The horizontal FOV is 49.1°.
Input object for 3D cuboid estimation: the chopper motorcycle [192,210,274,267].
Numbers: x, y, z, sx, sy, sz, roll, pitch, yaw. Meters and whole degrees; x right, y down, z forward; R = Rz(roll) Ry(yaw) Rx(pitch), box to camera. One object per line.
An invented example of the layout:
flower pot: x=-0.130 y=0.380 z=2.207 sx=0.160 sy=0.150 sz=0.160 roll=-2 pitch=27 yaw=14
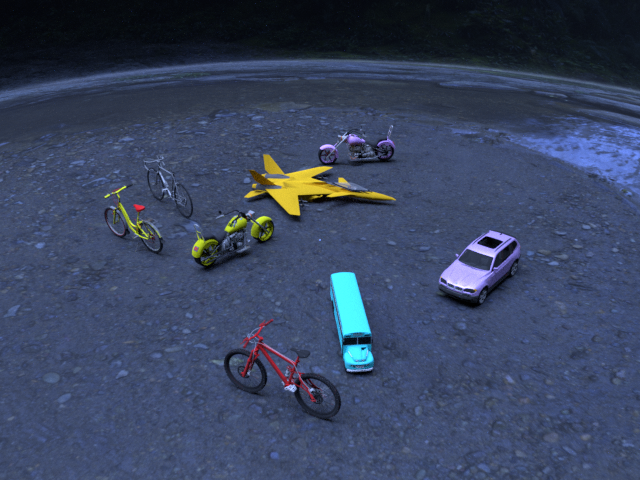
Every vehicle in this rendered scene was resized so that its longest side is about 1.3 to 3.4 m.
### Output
chopper motorcycle: x=-1.298 y=-0.126 z=10.641 sx=0.466 sy=0.761 sz=1.563 roll=23 pitch=35 yaw=36

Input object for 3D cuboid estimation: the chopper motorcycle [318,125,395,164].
chopper motorcycle: x=0.742 y=-1.905 z=14.018 sx=1.563 sy=0.761 sz=0.466 roll=-3 pitch=28 yaw=-6

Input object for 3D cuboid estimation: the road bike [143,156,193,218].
road bike: x=-2.618 y=-0.941 z=12.092 sx=0.358 sy=0.852 sz=1.545 roll=-22 pitch=35 yaw=-35

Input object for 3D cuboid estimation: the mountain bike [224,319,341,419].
mountain bike: x=-0.432 y=1.425 z=7.581 sx=1.469 sy=0.868 sz=0.573 roll=14 pitch=31 yaw=24

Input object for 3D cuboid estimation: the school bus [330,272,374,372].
school bus: x=0.389 y=1.014 z=8.828 sx=0.365 sy=0.434 sz=1.708 roll=-3 pitch=28 yaw=-5

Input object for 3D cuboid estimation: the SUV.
SUV: x=2.296 y=0.344 z=9.943 sx=0.656 sy=0.580 sz=1.572 roll=21 pitch=34 yaw=34

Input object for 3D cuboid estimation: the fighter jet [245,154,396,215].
fighter jet: x=0.067 y=-1.019 z=12.556 sx=2.640 sy=0.557 sz=2.229 roll=7 pitch=29 yaw=14

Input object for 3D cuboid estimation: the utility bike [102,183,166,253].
utility bike: x=-2.940 y=-0.316 z=10.804 sx=1.435 sy=0.946 sz=0.535 roll=20 pitch=34 yaw=33
